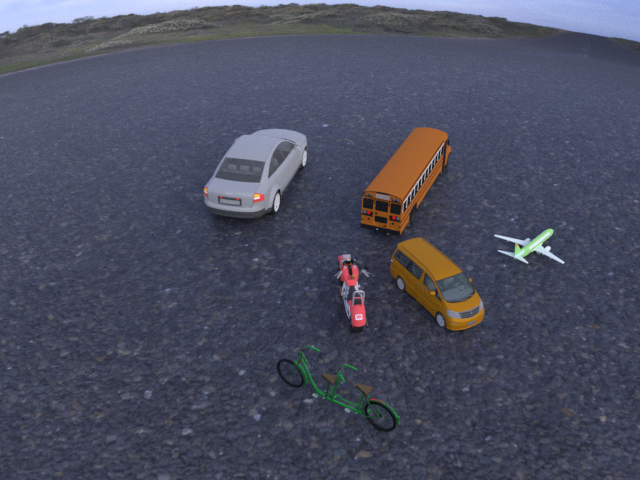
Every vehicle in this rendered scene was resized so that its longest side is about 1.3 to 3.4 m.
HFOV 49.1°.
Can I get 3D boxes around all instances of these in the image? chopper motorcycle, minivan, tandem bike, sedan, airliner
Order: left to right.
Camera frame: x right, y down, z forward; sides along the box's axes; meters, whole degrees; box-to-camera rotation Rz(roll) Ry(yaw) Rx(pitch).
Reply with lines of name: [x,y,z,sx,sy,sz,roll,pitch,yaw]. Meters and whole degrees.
sedan: [-1.061,-1.378,12.408,1.235,0.940,3.137,8,33,12]
tandem bike: [0.169,1.626,7.811,1.642,0.682,0.283,20,37,29]
chopper motorcycle: [0.411,0.580,9.421,0.466,0.761,1.563,-3,32,-5]
minivan: [1.595,0.581,9.558,0.681,0.616,1.548,-16,35,-24]
airliner: [3.265,-0.005,10.680,1.161,0.429,1.307,26,40,35]

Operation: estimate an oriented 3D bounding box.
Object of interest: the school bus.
school bus: [1.590,-1.149,12.130,0.709,0.844,3.322,13,34,20]
